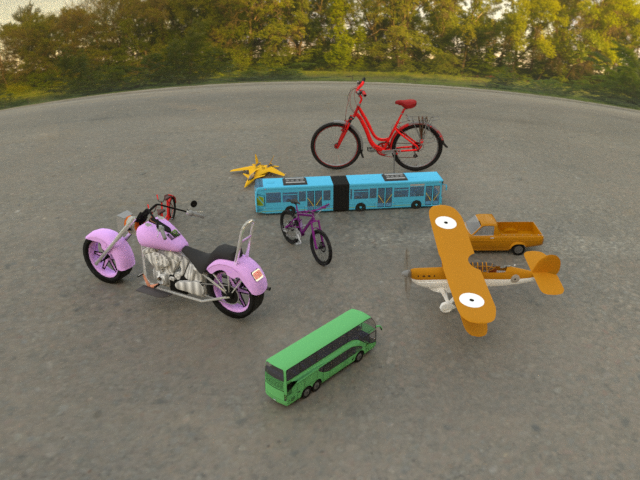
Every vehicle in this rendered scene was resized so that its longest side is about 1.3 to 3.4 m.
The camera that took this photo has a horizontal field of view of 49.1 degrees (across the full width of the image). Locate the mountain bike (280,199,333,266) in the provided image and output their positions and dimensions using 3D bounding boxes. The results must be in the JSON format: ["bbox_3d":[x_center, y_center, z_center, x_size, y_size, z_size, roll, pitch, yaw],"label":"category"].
[{"bbox_3d":[-0.238,-0.188,10.848,0.573,0.868,1.469,-16,30,-29],"label":"mountain bike"}]

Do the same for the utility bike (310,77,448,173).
[{"bbox_3d":[1.196,-2.212,13.969,2.791,1.839,1.039,1,25,2],"label":"utility bike"}]

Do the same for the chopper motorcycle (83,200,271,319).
[{"bbox_3d":[-2.050,0.143,9.442,3.040,1.480,0.906,13,28,26],"label":"chopper motorcycle"}]

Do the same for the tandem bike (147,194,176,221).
[{"bbox_3d":[-2.614,-0.427,11.565,0.283,0.682,1.642,2,26,4],"label":"tandem bike"}]

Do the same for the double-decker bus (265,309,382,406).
[{"bbox_3d":[0.059,1.306,8.089,0.389,0.541,1.672,21,33,37],"label":"double-decker bus"}]

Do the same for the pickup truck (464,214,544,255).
[{"bbox_3d":[2.698,-0.114,11.107,1.603,0.511,0.640,0,25,-1],"label":"pickup truck"}]

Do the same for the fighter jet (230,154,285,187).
[{"bbox_3d":[-1.289,-1.372,14.011,1.147,0.286,1.358,6,26,12],"label":"fighter jet"}]

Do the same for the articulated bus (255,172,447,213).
[{"bbox_3d":[0.540,-0.852,12.599,3.401,0.561,0.605,-3,26,-6],"label":"articulated bus"}]

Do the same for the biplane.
[{"bbox_3d":[2.140,0.481,9.311,2.120,0.981,2.598,-1,25,-2],"label":"biplane"}]
